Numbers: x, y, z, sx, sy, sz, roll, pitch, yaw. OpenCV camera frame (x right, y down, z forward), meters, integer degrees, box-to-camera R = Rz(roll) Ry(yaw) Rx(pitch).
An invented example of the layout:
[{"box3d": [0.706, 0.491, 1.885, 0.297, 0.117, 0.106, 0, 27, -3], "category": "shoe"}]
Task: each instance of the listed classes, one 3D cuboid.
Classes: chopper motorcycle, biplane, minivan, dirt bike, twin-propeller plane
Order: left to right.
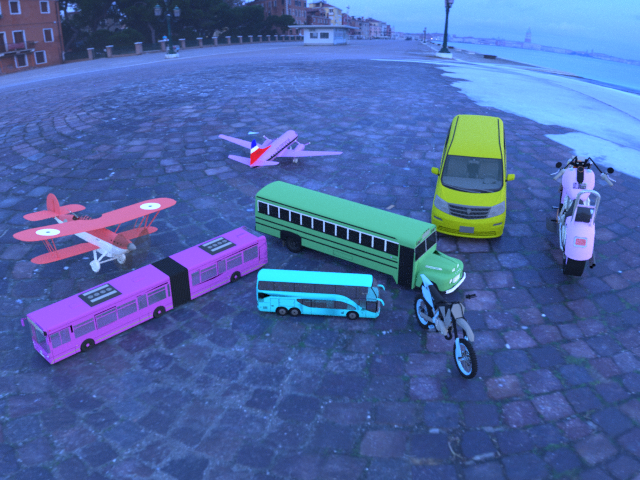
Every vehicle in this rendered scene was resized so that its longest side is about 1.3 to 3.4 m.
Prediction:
[{"box3d": [-3.373, -0.171, 10.328, 2.120, 0.981, 2.598, 20, 34, 33], "category": "biplane"}, {"box3d": [-0.885, -1.863, 13.648, 2.663, 0.792, 2.129, 11, 30, 19], "category": "twin-propeller plane"}, {"box3d": [1.500, 0.964, 8.364, 0.527, 0.857, 1.493, -9, 30, -17], "category": "dirt bike"}, {"box3d": [2.585, -1.130, 11.871, 1.324, 1.197, 3.011, 6, 29, 11], "category": "minivan"}, {"box3d": [3.905, -0.627, 10.646, 0.906, 1.480, 3.040, 8, 29, 14], "category": "chopper motorcycle"}]

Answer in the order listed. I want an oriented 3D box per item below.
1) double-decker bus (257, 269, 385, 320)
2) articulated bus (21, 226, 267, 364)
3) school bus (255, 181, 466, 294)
[{"box3d": [0.006, 0.708, 9.168, 1.672, 0.541, 0.389, 3, 29, 5], "category": "double-decker bus"}, {"box3d": [-2.146, 0.633, 9.284, 3.401, 0.561, 0.605, -25, 37, -38], "category": "articulated bus"}, {"box3d": [0.536, -0.060, 10.266, 3.322, 0.844, 0.709, 18, 33, 30], "category": "school bus"}]
